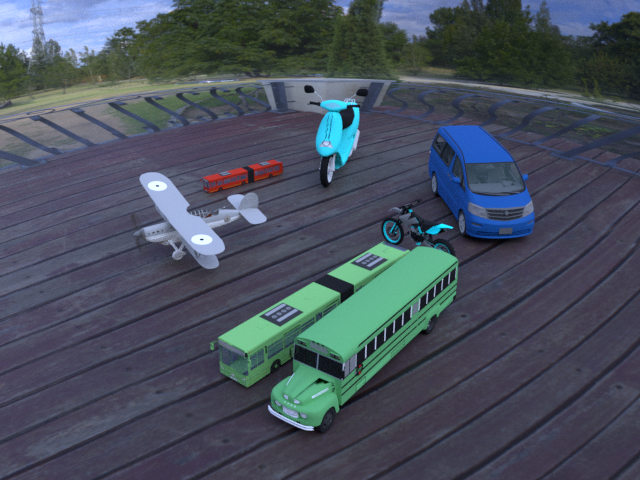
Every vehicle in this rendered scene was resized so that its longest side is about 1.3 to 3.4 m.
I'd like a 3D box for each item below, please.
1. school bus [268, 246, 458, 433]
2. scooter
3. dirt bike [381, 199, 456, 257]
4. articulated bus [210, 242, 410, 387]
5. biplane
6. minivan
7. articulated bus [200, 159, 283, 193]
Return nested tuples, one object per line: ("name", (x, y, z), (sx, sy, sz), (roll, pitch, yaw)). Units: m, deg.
("school bus", (0.624, 1.075, 8.400), (0.709, 0.844, 3.322), (17, 31, 32))
("scooter", (0.380, -2.310, 14.286), (1.288, 1.786, 2.721), (6, 27, 13))
("dirt bike", (1.511, -0.139, 10.883), (0.527, 0.857, 1.493), (-22, 33, -37))
("articulated bus", (0.049, 0.859, 9.169), (0.605, 0.561, 3.401), (20, 32, 35))
("biplane", (-1.892, -0.275, 11.021), (2.120, 0.981, 2.598), (-16, 30, -29))
("minivan", (2.811, -1.075, 12.419), (1.324, 1.197, 3.011), (-3, 26, -6))
("articulated bus", (-1.516, -1.275, 13.869), (1.749, 0.289, 0.311), (-19, 32, -34))
